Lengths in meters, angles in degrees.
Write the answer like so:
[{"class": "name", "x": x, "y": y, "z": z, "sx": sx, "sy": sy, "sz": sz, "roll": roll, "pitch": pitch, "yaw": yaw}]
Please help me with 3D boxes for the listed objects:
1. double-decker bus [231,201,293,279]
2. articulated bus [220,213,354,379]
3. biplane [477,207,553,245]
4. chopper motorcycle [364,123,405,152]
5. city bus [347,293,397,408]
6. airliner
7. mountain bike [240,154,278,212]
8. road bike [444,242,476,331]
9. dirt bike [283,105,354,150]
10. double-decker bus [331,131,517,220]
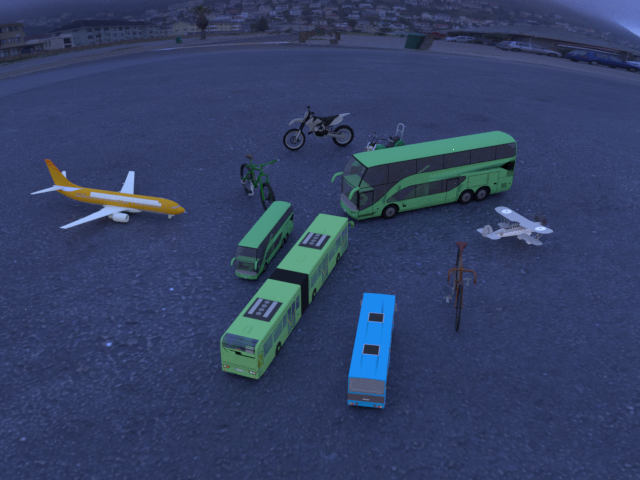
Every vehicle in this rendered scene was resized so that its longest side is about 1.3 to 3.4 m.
[{"class": "double-decker bus", "x": -0.825, "y": -0.001, "z": 10.524, "sx": 0.389, "sy": 0.541, "sz": 1.672, "roll": 9, "pitch": 31, "yaw": 15}, {"class": "articulated bus", "x": -0.349, "y": 0.607, "z": 9.425, "sx": 0.605, "sy": 0.561, "sz": 3.401, "roll": 10, "pitch": 31, "yaw": 17}, {"class": "biplane", "x": 2.979, "y": -0.165, "z": 10.851, "sx": 1.090, "sy": 0.504, "sz": 1.336, "roll": -10, "pitch": 31, "yaw": -17}, {"class": "chopper motorcycle", "x": 1.109, "y": -1.659, "z": 13.241, "sx": 0.466, "sy": 0.761, "sz": 1.563, "roll": 23, "pitch": 37, "yaw": 35}, {"class": "city bus", "x": 0.632, "y": 1.286, "z": 8.323, "sx": 0.476, "sy": 0.460, "sz": 1.674, "roll": 4, "pitch": 30, "yaw": 8}, {"class": "airliner", "x": -3.455, "y": -0.846, "z": 11.723, "sx": 2.541, "sy": 0.835, "sz": 2.257, "roll": 7, "pitch": 30, "yaw": 13}, {"class": "mountain bike", "x": -1.083, "y": -1.018, "z": 11.995, "sx": 0.573, "sy": 0.868, "sz": 1.469, "roll": -14, "pitch": 32, "yaw": -23}, {"class": "road bike", "x": 1.843, "y": 0.525, "z": 9.275, "sx": 0.358, "sy": 0.852, "sz": 1.545, "roll": 4, "pitch": 30, "yaw": 8}, {"class": "dirt bike", "x": -0.023, "y": -2.255, "z": 14.200, "sx": 1.493, "sy": 0.857, "sz": 0.527, "roll": -7, "pitch": 30, "yaw": -12}, {"class": "double-decker bus", "x": 1.829, "y": -1.105, "z": 11.963, "sx": 3.251, "sy": 1.052, "sz": 0.756, "roll": -11, "pitch": 31, "yaw": -19}]
